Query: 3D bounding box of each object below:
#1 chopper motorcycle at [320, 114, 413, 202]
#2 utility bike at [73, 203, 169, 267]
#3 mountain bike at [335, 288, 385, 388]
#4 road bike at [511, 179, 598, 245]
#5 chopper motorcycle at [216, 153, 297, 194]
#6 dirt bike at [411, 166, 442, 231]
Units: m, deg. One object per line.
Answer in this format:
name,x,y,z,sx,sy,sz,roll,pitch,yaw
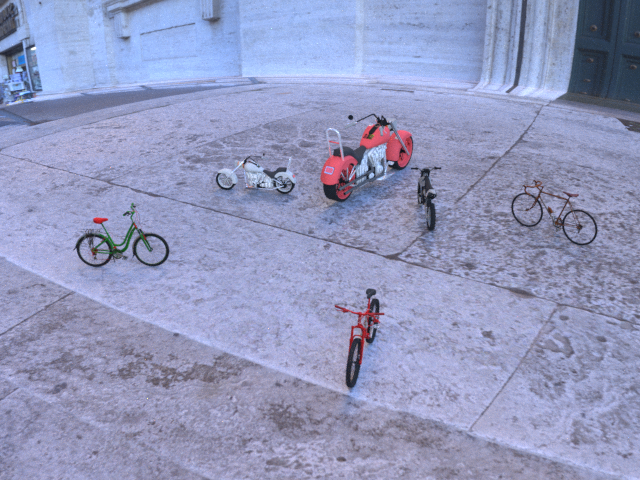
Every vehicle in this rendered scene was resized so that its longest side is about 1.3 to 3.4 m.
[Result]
chopper motorcycle,0.979,-1.727,13.213,0.906,1.480,3.040,17,31,30
utility bike,-2.967,-0.058,10.407,1.435,0.946,0.535,0,26,-1
mountain bike,0.516,1.054,8.221,0.573,0.868,1.469,8,27,15
road bike,3.787,-0.465,11.348,0.358,0.852,1.545,-22,34,-38
chopper motorcycle,-1.202,-1.254,13.064,1.563,0.761,0.466,6,27,13
dirt bike,1.821,-0.789,12.004,0.527,0.857,1.493,-1,26,-1
